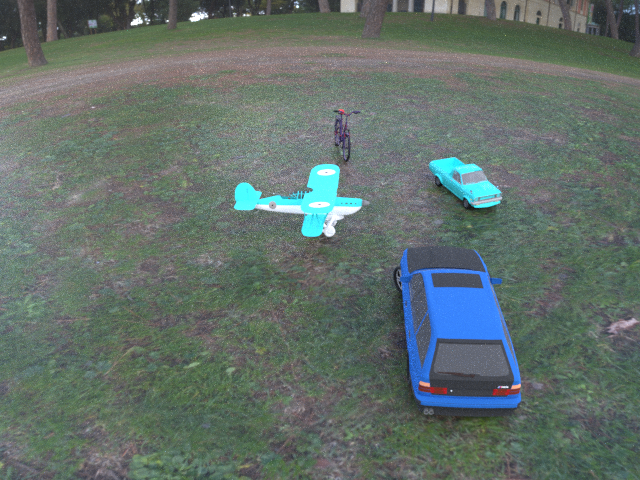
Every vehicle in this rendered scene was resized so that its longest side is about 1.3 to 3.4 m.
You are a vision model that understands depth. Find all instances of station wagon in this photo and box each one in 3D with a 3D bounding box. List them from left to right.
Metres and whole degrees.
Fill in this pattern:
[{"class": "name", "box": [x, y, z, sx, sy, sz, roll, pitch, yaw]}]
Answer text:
[{"class": "station wagon", "box": [1.633, 0.834, 8.610, 1.327, 0.920, 3.105, 1, 30, 2]}]

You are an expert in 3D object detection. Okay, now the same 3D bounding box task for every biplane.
[{"class": "biplane", "box": [-0.282, -0.597, 11.036, 2.120, 0.981, 2.598, 2, 30, 3]}]

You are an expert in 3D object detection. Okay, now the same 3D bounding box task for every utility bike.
[{"class": "utility bike", "box": [0.491, -2.180, 13.821, 0.535, 0.946, 1.435, -5, 30, -9]}]

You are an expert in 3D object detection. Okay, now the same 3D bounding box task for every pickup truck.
[{"class": "pickup truck", "box": [2.539, -1.070, 12.329, 0.640, 0.511, 1.603, -11, 32, -18]}]
